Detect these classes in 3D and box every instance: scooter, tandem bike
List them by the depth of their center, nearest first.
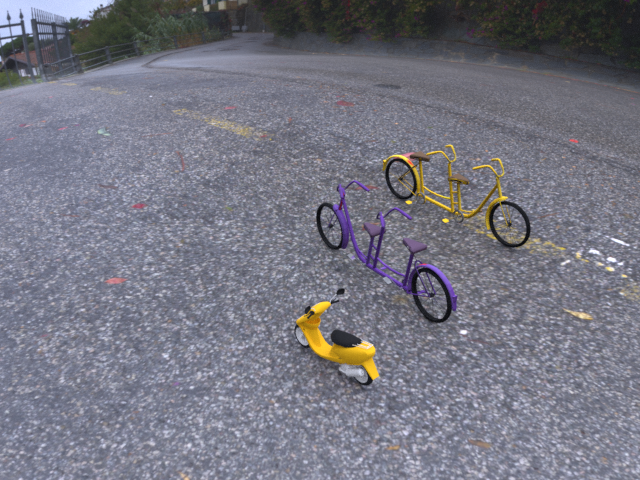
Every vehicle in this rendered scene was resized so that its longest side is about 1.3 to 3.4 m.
[{"bbox_3d":[0.169,1.145,8.447,0.662,0.919,1.399,-25,38,-37],"label":"scooter"},{"bbox_3d":[0.842,0.040,10.013,0.550,1.326,3.192,-18,34,-29],"label":"tandem bike"},{"bbox_3d":[2.208,-0.925,11.746,0.550,1.326,3.192,-23,36,-35],"label":"tandem bike"}]
